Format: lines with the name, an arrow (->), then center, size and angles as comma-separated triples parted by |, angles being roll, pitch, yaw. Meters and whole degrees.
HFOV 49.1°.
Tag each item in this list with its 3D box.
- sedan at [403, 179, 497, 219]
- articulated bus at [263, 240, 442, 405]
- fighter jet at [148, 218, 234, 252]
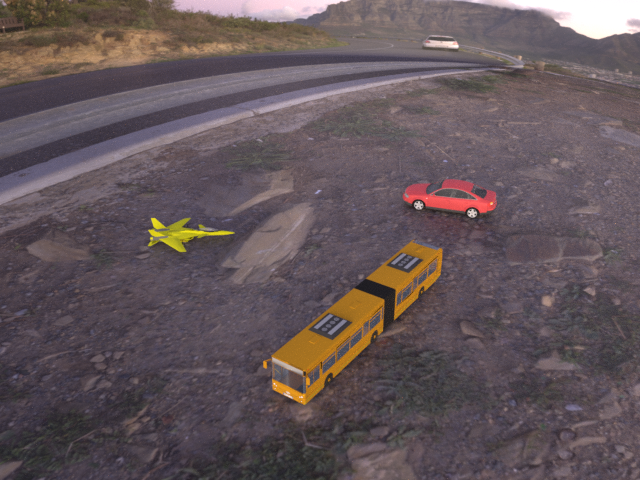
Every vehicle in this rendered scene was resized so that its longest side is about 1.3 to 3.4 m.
sedan -> 2.249, -0.779, 12.159 | 1.613, 0.483, 0.635 | 9, 30, 17
articulated bus -> 0.587, 0.922, 8.987 | 0.605, 0.561, 3.401 | 19, 34, 30
fighter jet -> -2.052, -0.160, 11.237 | 1.358, 0.286, 1.147 | -3, 29, -5
